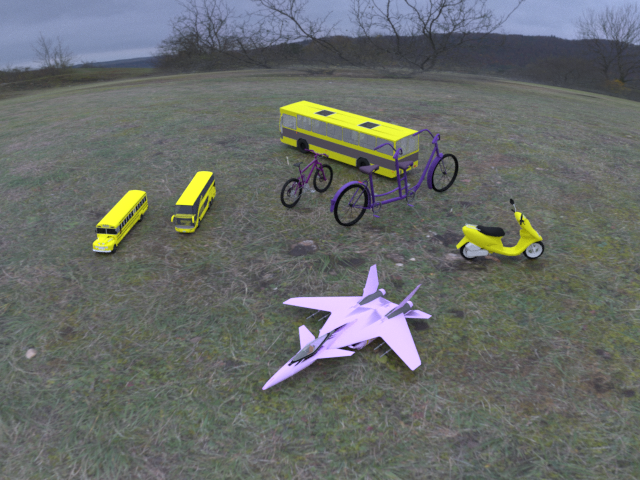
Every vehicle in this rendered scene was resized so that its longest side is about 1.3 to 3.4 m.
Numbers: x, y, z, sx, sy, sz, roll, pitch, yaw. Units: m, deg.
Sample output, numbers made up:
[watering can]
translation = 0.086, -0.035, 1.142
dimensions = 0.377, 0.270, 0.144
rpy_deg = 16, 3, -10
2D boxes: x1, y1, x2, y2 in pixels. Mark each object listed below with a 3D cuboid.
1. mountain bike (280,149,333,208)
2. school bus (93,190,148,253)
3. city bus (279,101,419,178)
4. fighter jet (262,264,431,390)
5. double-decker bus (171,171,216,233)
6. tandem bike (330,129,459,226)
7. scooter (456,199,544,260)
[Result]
[mountain bike]
translation = -0.228, -1.158, 13.059
dimensions = 0.573, 0.868, 1.469
rpy_deg = 21, 34, 35
[school bus]
translation = -3.395, -0.321, 11.920
dimensions = 0.365, 0.434, 1.708
rpy_deg = 4, 28, 7
[city bus]
translation = 0.549, -2.157, 14.948
dimensions = 3.255, 0.894, 0.926
rpy_deg = 23, 35, 37
[fighter jet]
translation = 0.221, 1.145, 8.972
dimensions = 2.229, 0.557, 2.640
rpy_deg = 23, 35, 37
[double-decker bus]
translation = -2.223, -0.677, 12.489
dimensions = 0.389, 0.541, 1.672
rpy_deg = 3, 28, 5
[tandem bike]
translation = 1.427, -1.170, 12.586
dimensions = 3.192, 1.326, 0.550
rpy_deg = -20, 34, -34
[scooter]
translation = 2.864, -0.104, 10.978
dimensions = 1.399, 0.919, 0.662
rpy_deg = 0, 28, -1
